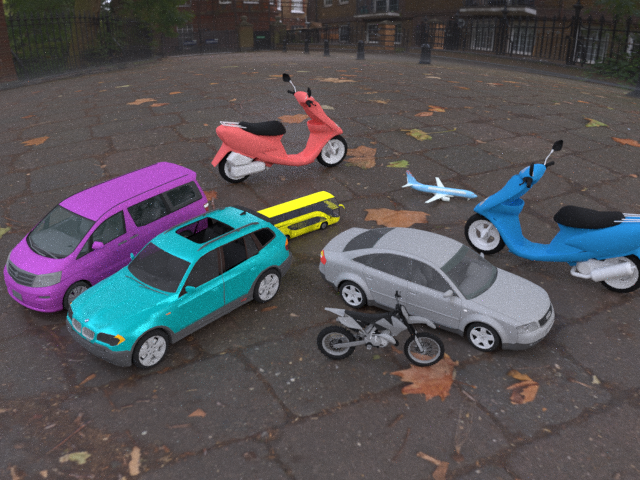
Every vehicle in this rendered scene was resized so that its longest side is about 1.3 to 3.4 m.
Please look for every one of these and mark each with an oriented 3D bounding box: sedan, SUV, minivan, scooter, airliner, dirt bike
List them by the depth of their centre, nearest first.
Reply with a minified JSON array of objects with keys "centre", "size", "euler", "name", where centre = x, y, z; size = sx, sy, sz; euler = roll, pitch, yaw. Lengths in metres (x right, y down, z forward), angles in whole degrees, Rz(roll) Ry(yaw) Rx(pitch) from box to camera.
[{"centre":[0.702,1.067,8.101],"size":[1.493,0.857,0.527],"euler":[4,28,7],"name":"dirt bike"},{"centre":[-1.717,0.468,8.945],"size":[1.276,1.128,3.058],"euler":[23,35,36],"name":"SUV"},{"centre":[1.470,0.484,9.116],"size":[3.137,0.940,1.235],"euler":[17,32,28],"name":"sedan"},{"centre":[3.335,-0.325,9.740],"size":[2.721,1.786,1.288],"euler":[18,33,30],"name":"scooter"},{"centre":[-2.986,-0.111,9.966],"size":[1.324,1.197,3.011],"euler":[20,34,33],"name":"minivan"},{"centre":[2.135,-0.962,12.397],"size":[1.307,0.429,1.161],"euler":[8,29,15],"name":"airliner"},{"centre":[-0.707,-2.039,12.983],"size":[2.721,1.786,1.288],"euler":[-12,30,-21],"name":"scooter"}]

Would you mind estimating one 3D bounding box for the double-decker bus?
[{"centre":[-0.377,-0.342,11.106],"size":[1.672,0.541,0.389],"euler":[-20,34,-33],"name":"double-decker bus"}]
